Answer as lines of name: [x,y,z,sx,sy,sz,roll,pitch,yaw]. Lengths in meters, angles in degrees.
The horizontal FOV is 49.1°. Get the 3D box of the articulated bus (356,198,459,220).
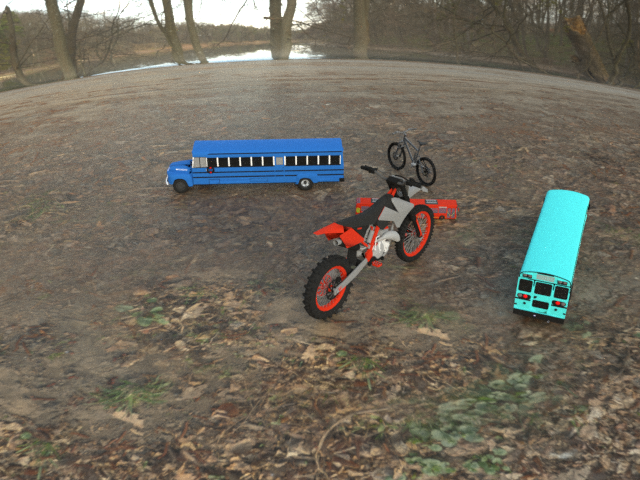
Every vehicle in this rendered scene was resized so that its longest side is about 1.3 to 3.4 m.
articulated bus: [1.495,-0.545,12.088,1.749,0.289,0.311,1,29,3]

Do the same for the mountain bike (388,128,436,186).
mountain bike: [1.757,-1.609,13.429,0.573,0.868,1.469,-16,33,-27]

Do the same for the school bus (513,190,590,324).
school bus: [3.501,0.076,10.375,0.709,0.844,3.322,12,31,20]

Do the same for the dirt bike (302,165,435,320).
dirt bike: [0.770,-0.067,9.780,1.024,1.666,2.903,23,36,36]

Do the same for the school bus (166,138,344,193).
school bus: [-1.218,-1.423,13.114,3.322,0.844,0.709,-1,29,-3]
